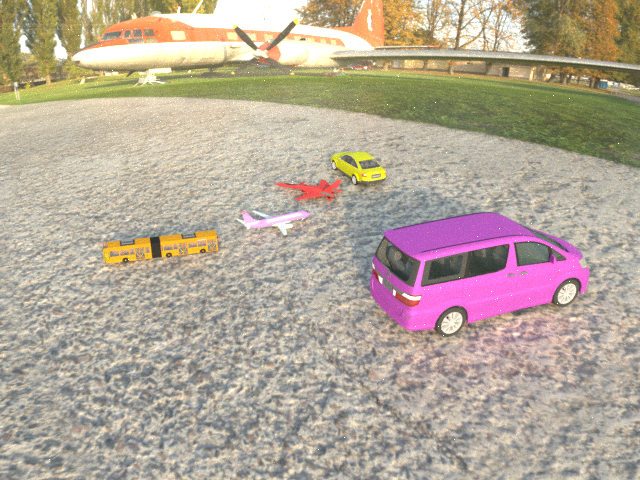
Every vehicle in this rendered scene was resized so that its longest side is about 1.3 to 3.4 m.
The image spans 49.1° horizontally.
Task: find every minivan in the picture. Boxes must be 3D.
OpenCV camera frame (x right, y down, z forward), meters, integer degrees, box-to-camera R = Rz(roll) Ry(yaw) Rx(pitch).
[{"bbox_3d":[2.198,0.320,9.329,3.011,1.197,1.324,-11,27,-21],"label":"minivan"}]

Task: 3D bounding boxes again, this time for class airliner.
[{"bbox_3d":[-0.734,-0.416,11.764,1.307,0.429,1.161,-15,29,-28],"label":"airliner"}]

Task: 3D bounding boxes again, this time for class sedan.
[{"bbox_3d":[0.746,-1.521,14.019,0.635,0.483,1.613,-11,28,-22],"label":"sedan"}]

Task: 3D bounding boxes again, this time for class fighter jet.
[{"bbox_3d":[-0.279,-1.038,13.234,1.358,0.286,1.147,12,28,23],"label":"fighter jet"}]

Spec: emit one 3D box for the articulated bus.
[{"bbox_3d":[-2.442,0.103,10.839,1.749,0.289,0.311,-7,26,-14],"label":"articulated bus"}]
